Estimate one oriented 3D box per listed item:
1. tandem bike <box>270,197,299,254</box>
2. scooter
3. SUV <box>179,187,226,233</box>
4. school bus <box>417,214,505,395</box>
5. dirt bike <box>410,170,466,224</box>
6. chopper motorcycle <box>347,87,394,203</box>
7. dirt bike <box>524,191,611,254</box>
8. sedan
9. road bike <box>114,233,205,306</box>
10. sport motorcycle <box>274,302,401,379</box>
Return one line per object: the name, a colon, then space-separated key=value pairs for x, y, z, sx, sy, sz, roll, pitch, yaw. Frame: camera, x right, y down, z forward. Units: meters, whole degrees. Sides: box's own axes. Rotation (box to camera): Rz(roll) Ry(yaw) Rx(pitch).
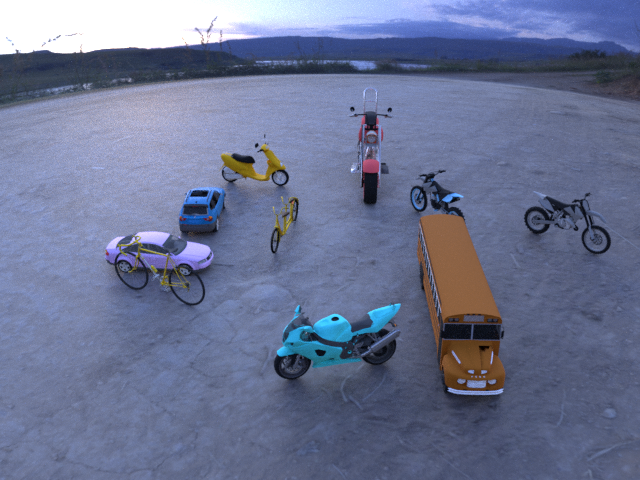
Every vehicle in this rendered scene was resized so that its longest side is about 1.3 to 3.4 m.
tandem bike: x=-0.560 y=-0.376 z=11.365 sx=0.283 sy=0.682 sz=1.642 roll=6 pitch=27 yaw=11
scooter: x=-1.280 y=-1.507 z=13.403 sx=1.399 sy=0.919 sz=0.662 roll=5 pitch=27 yaw=10
SUV: x=-2.004 y=-0.611 z=11.959 sx=0.656 sy=0.580 sz=1.572 roll=0 pitch=26 yaw=0
school bus: x=1.743 y=0.712 z=8.964 sx=0.709 sy=0.844 sz=3.322 roll=1 pitch=26 yaw=1
dirt bike: x=1.969 y=-0.691 z=11.809 sx=0.527 sy=0.857 sz=1.493 roll=-13 pitch=29 yaw=-25
chopper motorcycle: x=0.971 y=-1.885 z=13.535 sx=0.906 sy=1.480 sz=3.040 roll=1 pitch=26 yaw=3
dirt bike: x=3.926 y=-0.339 z=11.091 sx=0.527 sy=0.857 sz=1.493 roll=-22 pitch=34 yaw=-38
sedan: x=-2.403 y=0.165 z=10.487 sx=1.613 sy=0.483 sz=0.635 roll=3 pitch=26 yaw=7
road bike: x=-2.222 y=0.410 z=9.571 sx=1.545 sy=0.852 sz=0.358 roll=12 pitch=29 yaw=24
sport motorcycle: x=0.204 y=1.162 z=8.071 sx=1.520 sy=0.821 sz=0.506 roll=-8 pitch=27 yaw=-15
